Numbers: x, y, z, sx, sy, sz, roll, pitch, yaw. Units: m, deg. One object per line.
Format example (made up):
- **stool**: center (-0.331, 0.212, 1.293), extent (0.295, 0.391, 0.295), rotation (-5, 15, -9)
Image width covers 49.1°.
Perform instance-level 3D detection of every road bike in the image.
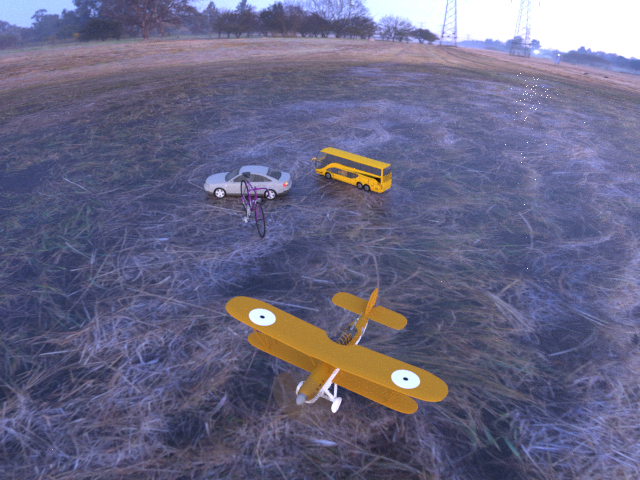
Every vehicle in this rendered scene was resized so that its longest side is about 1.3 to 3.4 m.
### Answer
- **road bike**: center (-1.132, -0.653, 11.665), extent (0.358, 0.852, 1.545), rotation (-10, 30, -17)

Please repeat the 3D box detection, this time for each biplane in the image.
- **biplane**: center (0.271, 1.254, 7.951), extent (2.598, 0.981, 2.120), rotation (13, 31, 23)

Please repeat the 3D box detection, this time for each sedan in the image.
- **sedan**: center (-1.330, -1.093, 12.882), extent (1.613, 0.483, 0.635), rotation (2, 28, 3)

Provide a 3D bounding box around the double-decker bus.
- **double-decker bus**: center (0.598, -1.346, 13.296), extent (1.672, 0.541, 0.389), rotation (21, 35, 34)
